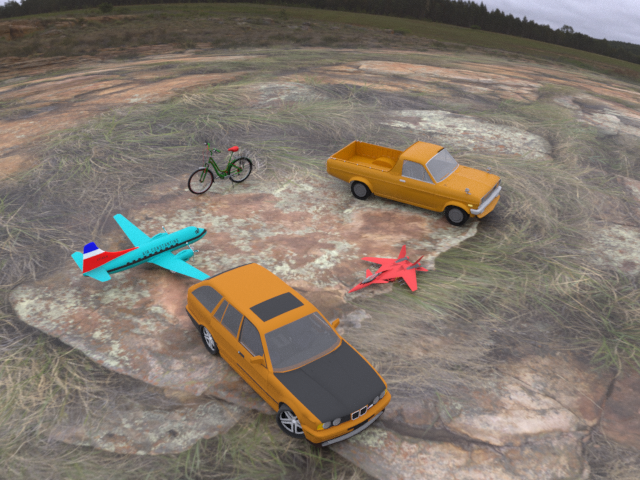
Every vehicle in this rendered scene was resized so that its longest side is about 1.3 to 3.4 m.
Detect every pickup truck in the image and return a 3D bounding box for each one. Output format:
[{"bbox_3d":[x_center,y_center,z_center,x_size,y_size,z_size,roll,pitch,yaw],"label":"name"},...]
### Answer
[{"bbox_3d":[1.668,-1.209,12.658,3.117,0.993,1.244,18,34,28],"label":"pickup truck"}]

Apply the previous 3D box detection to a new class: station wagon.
[{"bbox_3d":[-0.475,1.208,8.549,1.327,0.920,3.105,-21,36,-31],"label":"station wagon"}]

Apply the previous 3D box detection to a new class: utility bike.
[{"bbox_3d":[-1.805,-1.370,12.983,1.435,0.946,0.535,-21,36,-31],"label":"utility bike"}]

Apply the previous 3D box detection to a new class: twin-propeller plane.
[{"bbox_3d":[-2.613,0.087,10.618,2.129,0.792,2.663,-25,38,-36],"label":"twin-propeller plane"}]

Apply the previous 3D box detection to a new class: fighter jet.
[{"bbox_3d":[0.941,0.477,10.448,1.358,0.286,1.147,-22,36,-33],"label":"fighter jet"}]
